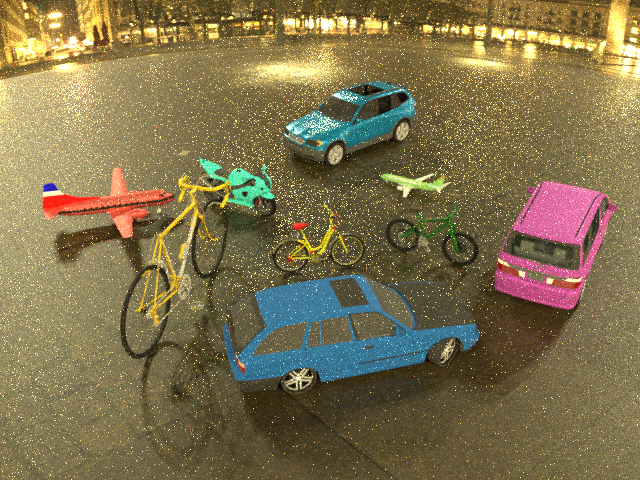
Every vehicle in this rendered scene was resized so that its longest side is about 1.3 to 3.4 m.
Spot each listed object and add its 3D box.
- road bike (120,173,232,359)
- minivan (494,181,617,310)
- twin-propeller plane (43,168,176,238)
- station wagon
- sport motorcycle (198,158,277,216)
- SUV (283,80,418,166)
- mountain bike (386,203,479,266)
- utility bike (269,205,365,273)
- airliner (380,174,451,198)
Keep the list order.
[{"bbox_3d":[-1.839,0.213,9.163,0.696,1.656,3.004,9,31,14],"label":"road bike"},{"bbox_3d":[3.522,-0.165,10.271,1.324,1.197,3.011,15,33,24],"label":"minivan"},{"bbox_3d":[-3.475,-0.695,11.587,2.129,0.792,2.663,-9,31,-15],"label":"twin-propeller plane"},{"bbox_3d":[0.404,0.996,8.548,3.105,0.920,1.327,-8,31,-13],"label":"station wagon"},{"bbox_3d":[-1.398,-0.903,11.916,1.520,0.821,0.506,15,34,25],"label":"sport motorcycle"},{"bbox_3d":[0.659,-2.472,14.311,3.058,1.128,1.276,-24,38,-35],"label":"SUV"},{"bbox_3d":[1.673,-0.103,10.492,1.469,0.868,0.573,15,33,24],"label":"mountain bike"},{"bbox_3d":[-0.047,-0.003,10.242,1.435,0.946,0.535,-6,31,-10],"label":"utility bike"},{"bbox_3d":[1.671,-1.114,12.668,1.307,0.429,1.161,18,35,29],"label":"airliner"}]
